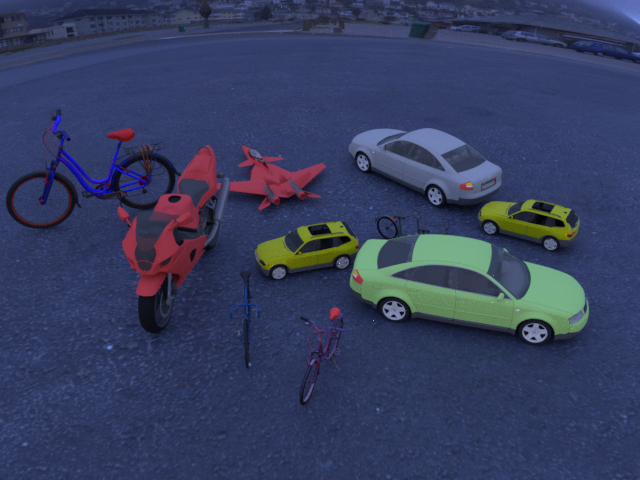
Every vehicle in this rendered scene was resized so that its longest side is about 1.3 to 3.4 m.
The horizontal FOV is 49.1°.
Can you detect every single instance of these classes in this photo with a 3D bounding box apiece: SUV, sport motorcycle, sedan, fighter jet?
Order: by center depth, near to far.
[{"bbox_3d":[1.969,0.532,9.335,3.137,0.940,1.235,8,32,13],"label":"sedan"},{"bbox_3d":[-1.932,-0.079,9.711,0.983,1.596,2.955,5,31,8],"label":"sport motorcycle"},{"bbox_3d":[-0.189,0.111,10.380,1.572,0.580,0.656,-9,32,-14],"label":"SUV"},{"bbox_3d":[3.311,-0.331,11.110,1.572,0.580,0.656,17,35,26],"label":"SUV"},{"bbox_3d":[1.828,-1.513,12.719,1.235,0.940,3.137,-24,39,-34],"label":"sedan"},{"bbox_3d":[-1.019,-1.400,12.902,2.229,0.557,2.640,-13,33,-20],"label":"fighter jet"}]

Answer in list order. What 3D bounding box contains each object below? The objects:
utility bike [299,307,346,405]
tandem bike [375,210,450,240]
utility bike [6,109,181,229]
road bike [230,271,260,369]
[{"bbox_3d":[0.088,1.229,8.176,0.535,0.946,1.435,11,33,17],"label":"utility bike"},{"bbox_3d":[1.512,-0.115,10.655,1.642,0.682,0.283,23,38,33],"label":"tandem bike"},{"bbox_3d":[-3.590,-1.098,11.163,2.791,1.839,1.039,-13,34,-21],"label":"utility bike"},{"bbox_3d":[-0.921,0.901,8.810,0.358,0.852,1.545,-2,31,-4],"label":"road bike"}]
